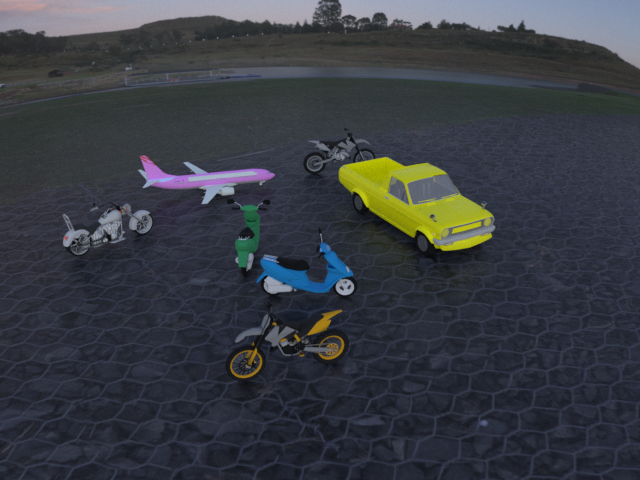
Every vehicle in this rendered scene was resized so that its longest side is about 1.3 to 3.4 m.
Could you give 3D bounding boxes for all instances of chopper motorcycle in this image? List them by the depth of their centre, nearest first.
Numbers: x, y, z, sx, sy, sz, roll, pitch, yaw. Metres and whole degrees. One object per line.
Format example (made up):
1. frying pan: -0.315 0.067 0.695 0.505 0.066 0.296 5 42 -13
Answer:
1. chopper motorcycle: -3.343 -0.262 11.090 0.466 0.761 1.563 22 33 38

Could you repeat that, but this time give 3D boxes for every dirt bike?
1. dirt bike: -0.357 1.164 8.032 1.493 0.857 0.527 -9 27 -18
2. dirt bike: 0.397 -1.766 14.088 1.493 0.857 0.527 -5 26 -9

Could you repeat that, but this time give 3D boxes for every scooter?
1. scooter: -0.179 0.369 9.605 1.399 0.919 0.662 1 26 2
2. scooter: -1.087 -0.129 10.634 0.662 0.919 1.399 1 26 2

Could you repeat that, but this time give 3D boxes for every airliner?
1. airliner: -2.088 -1.305 13.162 2.541 0.835 2.257 -8 27 -16

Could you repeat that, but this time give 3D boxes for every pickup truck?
1. pickup truck: 1.542 -0.763 11.859 1.244 0.993 3.117 -14 29 -26
